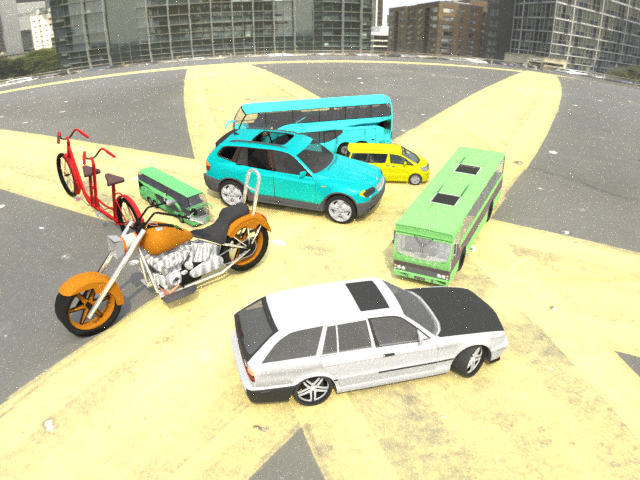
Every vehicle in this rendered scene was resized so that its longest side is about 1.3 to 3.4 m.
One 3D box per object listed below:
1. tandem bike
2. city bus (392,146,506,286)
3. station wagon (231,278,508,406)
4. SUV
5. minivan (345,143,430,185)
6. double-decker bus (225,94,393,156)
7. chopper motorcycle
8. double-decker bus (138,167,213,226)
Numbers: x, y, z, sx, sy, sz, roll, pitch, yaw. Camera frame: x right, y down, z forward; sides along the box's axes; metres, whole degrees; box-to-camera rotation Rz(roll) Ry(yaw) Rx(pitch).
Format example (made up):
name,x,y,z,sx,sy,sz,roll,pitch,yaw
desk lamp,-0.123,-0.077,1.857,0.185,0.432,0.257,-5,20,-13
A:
name,x,y,z,sx,sy,sz,roll,pitch,yaw
tandem bike,-3.545,-0.906,11.011,0.550,1.326,3.192,-22,35,-34
city bus,2.030,-0.439,10.594,0.926,0.894,3.255,12,31,22
station wagon,0.580,0.990,7.894,3.105,0.920,1.327,-7,29,-13
SUV,-0.432,-1.161,11.696,3.058,1.128,1.276,9,29,16
minivan,1.220,-1.400,12.688,1.548,0.616,0.681,2,28,3
double-decker bus,-0.192,-2.192,13.705,3.251,1.052,0.756,-6,29,-12
chopper motorcycle,-1.919,0.111,8.945,3.040,1.480,0.906,-21,35,-34
double-decker bus,-2.409,-0.715,11.486,0.389,0.541,1.672,-24,36,-38
